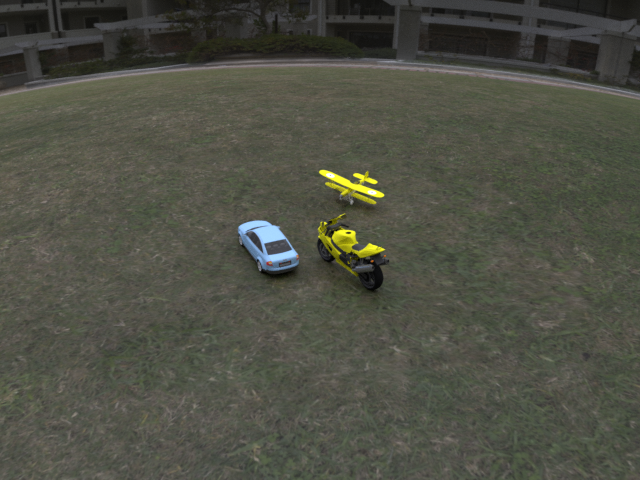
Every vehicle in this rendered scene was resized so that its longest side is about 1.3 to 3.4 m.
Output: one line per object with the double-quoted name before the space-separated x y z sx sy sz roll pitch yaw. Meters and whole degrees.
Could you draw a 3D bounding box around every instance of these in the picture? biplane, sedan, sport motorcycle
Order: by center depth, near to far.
"sport motorcycle" 0.446 0.170 10.656 0.506 0.821 1.520 -21 35 -33
"sedan" -0.858 0.029 11.264 0.635 0.483 1.613 -13 31 -22
"biplane" 0.659 -0.981 13.082 1.336 0.504 1.090 16 33 27
